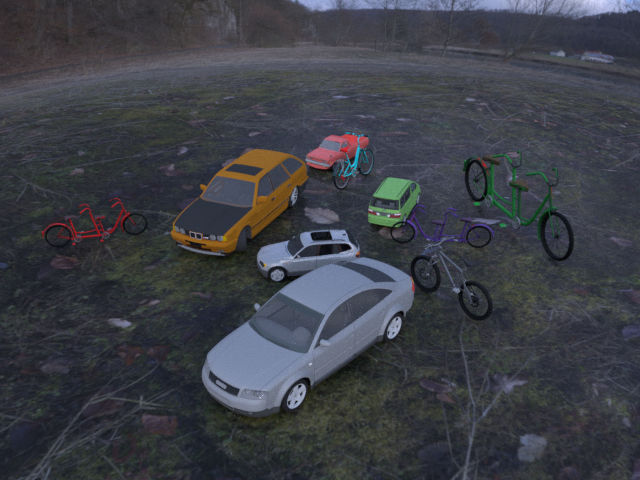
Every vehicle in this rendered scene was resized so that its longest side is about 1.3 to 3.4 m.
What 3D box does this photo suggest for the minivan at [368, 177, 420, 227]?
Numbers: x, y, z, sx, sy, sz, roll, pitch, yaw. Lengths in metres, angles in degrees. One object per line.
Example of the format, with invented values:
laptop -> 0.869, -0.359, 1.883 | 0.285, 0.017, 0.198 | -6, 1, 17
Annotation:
minivan -> 1.328, -0.749, 12.261 | 0.681, 0.616, 1.548 | 10, 30, 19

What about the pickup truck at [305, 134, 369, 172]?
pickup truck -> 0.376, -1.898, 14.549 | 0.640, 0.511, 1.603 | 18, 33, 31

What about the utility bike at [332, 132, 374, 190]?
utility bike -> 0.605, -1.560, 13.444 | 0.535, 0.946, 1.435 | 19, 33, 31

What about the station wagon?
station wagon -> -1.308, -0.764, 11.964 | 1.327, 0.920, 3.105 | 12, 30, 21

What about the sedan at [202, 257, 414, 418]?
sedan -> -0.062, 1.006, 8.592 | 1.235, 0.940, 3.137 | 23, 35, 36

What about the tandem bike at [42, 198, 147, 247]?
tandem bike -> -3.637, -0.283, 11.308 | 1.642, 0.682, 0.283 | -10, 29, -18

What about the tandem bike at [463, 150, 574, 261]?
tandem bike -> 3.232, -0.822, 11.640 | 0.550, 1.326, 3.192 | -10, 29, -17

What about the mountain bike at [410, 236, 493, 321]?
mountain bike -> 1.793, 0.509, 9.610 | 0.573, 0.868, 1.469 | -21, 34, -34

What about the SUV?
SUV -> -0.164, 0.194, 10.513 | 1.572, 0.580, 0.656 | -4, 28, -7

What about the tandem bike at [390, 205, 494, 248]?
tandem bike -> 1.951, -0.207, 11.165 | 1.642, 0.682, 0.283 | 3, 28, 6
